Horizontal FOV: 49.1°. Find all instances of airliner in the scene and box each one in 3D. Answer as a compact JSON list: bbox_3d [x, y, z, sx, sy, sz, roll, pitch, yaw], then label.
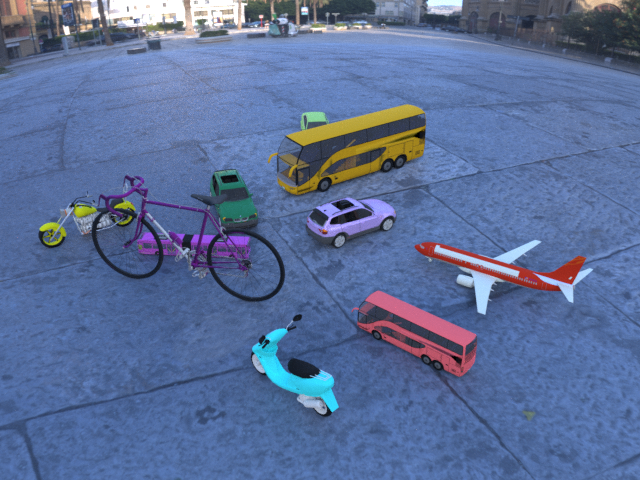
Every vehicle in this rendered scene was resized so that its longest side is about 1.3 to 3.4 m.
[{"bbox_3d":[2.515,0.250,10.080,2.541,0.835,2.257,19,35,29],"label":"airliner"}]

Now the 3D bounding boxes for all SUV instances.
[{"bbox_3d":[0.521,-0.381,11.400,1.572,0.580,0.656,-19,35,-28],"label":"SUV"},{"bbox_3d":[-1.498,-0.719,11.973,0.656,0.580,1.572,-9,32,-14],"label":"SUV"}]

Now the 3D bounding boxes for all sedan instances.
[{"bbox_3d":[-0.075,-2.366,14.857,0.635,0.483,1.613,-3,31,-5],"label":"sedan"}]

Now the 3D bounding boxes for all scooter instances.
[{"bbox_3d":[-0.330,1.417,8.022,1.399,0.919,0.662,26,39,37],"label":"scooter"}]

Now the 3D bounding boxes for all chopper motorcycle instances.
[{"bbox_3d":[-3.743,-0.396,11.248,1.563,0.761,0.466,-18,35,-27],"label":"chopper motorcycle"}]

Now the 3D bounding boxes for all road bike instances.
[{"bbox_3d":[-1.898,-0.005,9.706,3.004,1.656,0.697,10,32,16],"label":"road bike"}]

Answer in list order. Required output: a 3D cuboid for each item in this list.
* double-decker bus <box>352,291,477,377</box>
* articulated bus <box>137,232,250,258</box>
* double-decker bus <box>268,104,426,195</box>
[{"bbox_3d":[1.175,1.145,8.855,1.672,0.541,0.389,23,38,34],"label":"double-decker bus"},{"bbox_3d":[-1.947,0.086,10.896,1.749,0.289,0.311,2,31,4],"label":"articulated bus"},{"bbox_3d":[0.600,-1.711,13.188,3.251,1.052,0.756,-19,36,-29],"label":"double-decker bus"}]
